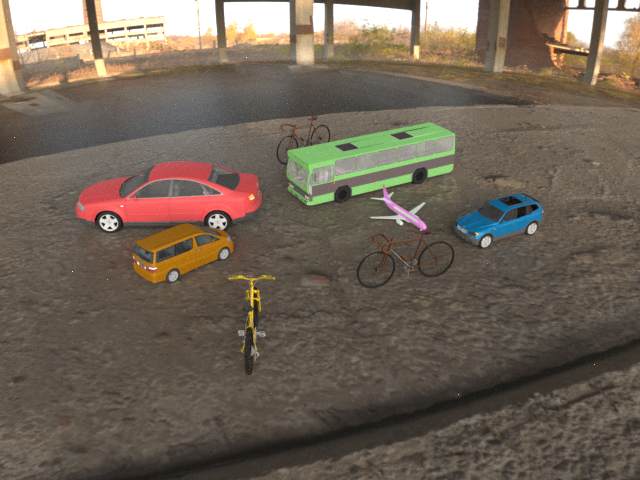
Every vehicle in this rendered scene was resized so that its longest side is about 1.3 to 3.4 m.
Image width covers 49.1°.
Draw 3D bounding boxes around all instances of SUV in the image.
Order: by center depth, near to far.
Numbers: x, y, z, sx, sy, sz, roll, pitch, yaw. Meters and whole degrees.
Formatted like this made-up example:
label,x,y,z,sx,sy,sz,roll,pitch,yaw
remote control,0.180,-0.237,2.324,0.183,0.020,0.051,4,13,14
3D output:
label,x,y,z,sx,sy,sz,roll,pitch,yaw
SUV,2.938,-0.356,11.463,1.572,0.580,0.656,-14,31,-25

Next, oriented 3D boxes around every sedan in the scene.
label,x,y,z,sx,sy,sz,roll,pitch,yaw
sedan,-2.567,-0.791,11.898,3.137,0.940,1.235,0,28,-1

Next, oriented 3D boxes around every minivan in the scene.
label,x,y,z,sx,sy,sz,roll,pitch,yaw
minivan,-2.030,0.113,10.544,1.548,0.616,0.681,-25,37,-39

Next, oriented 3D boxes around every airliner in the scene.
label,x,y,z,sx,sy,sz,roll,pitch,yaw
airliner,1.430,-0.546,11.980,1.161,0.429,1.307,-16,32,-27

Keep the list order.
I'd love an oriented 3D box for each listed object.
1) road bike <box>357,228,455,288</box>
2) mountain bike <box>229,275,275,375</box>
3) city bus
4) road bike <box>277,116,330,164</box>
label,x,y,z,sx,sy,sz,roll,pitch,yaw
road bike,1.251,0.243,10.049,1.545,0.852,0.358,-9,29,-17
mountain bike,-0.846,0.971,8.663,0.573,0.868,1.469,0,28,-1
city bus,0.998,-1.428,13.143,3.255,0.894,0.926,-15,31,-26
road bike,-0.325,-2.098,14.447,0.358,0.852,1.545,25,37,38
